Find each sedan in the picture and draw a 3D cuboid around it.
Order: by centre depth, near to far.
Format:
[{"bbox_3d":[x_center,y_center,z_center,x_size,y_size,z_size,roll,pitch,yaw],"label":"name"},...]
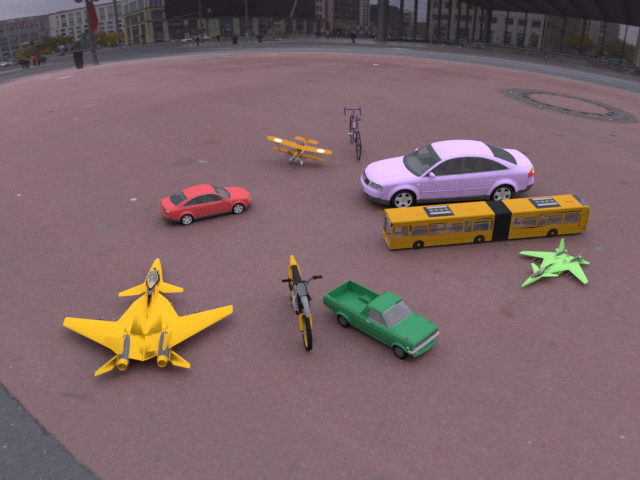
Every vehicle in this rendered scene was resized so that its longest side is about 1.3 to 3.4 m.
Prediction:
[{"bbox_3d":[-1.970,-0.691,12.171,1.613,0.483,0.635,-14,33,-22],"label":"sedan"},{"bbox_3d":[2.301,-1.256,12.693,3.137,0.940,1.235,-4,30,-6],"label":"sedan"}]

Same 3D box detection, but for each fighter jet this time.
[{"bbox_3d":[-2.323,0.790,9.535,2.229,0.557,2.640,-4,30,-6],"label":"fighter jet"},{"bbox_3d":[3.445,0.381,10.513,1.358,0.286,1.147,-23,37,-34],"label":"fighter jet"}]

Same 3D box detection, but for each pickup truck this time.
[{"bbox_3d":[0.788,0.976,9.260,1.603,0.511,0.640,26,39,37],"label":"pickup truck"}]

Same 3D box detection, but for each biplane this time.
[{"bbox_3d":[-0.368,-1.841,14.139,1.336,0.504,1.090,7,31,12],"label":"biplane"}]

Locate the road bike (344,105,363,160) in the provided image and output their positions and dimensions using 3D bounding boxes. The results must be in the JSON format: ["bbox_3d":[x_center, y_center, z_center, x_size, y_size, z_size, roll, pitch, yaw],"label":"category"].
[{"bbox_3d":[0.730,-2.257,14.512,0.358,0.852,1.545,-3,30,-5],"label":"road bike"}]

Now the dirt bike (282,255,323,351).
[{"bbox_3d":[-0.261,0.767,9.275,0.527,0.857,1.493,-6,31,-10],"label":"dirt bike"}]

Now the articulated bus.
[{"bbox_3d":[2.690,-0.306,11.428,3.401,0.561,0.605,-5,30,-8],"label":"articulated bus"}]
